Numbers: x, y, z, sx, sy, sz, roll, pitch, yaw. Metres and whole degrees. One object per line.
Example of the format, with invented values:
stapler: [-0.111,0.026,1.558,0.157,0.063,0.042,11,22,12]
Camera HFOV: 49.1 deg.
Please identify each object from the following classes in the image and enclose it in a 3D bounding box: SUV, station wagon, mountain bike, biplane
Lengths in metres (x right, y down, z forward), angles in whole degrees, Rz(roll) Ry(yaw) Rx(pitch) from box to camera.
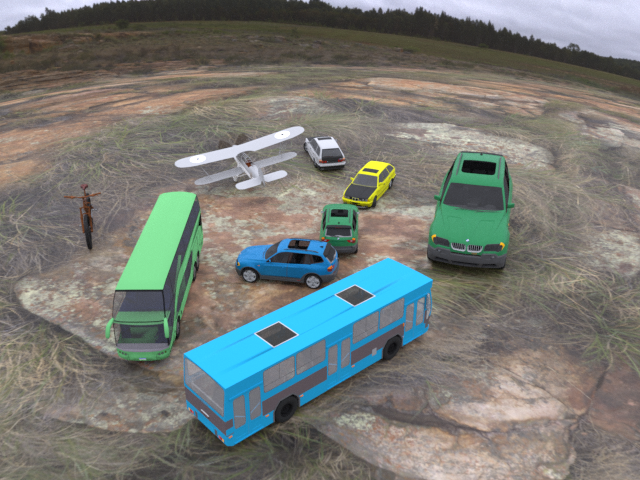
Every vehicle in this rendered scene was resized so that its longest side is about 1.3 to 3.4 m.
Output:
SUV: [2.563,-0.585,11.655,1.276,1.128,3.058,7,28,13]
SUV: [0.330,-0.279,11.663,0.656,0.580,1.572,1,28,3]
station wagon: [0.944,-1.096,13.340,0.682,0.473,1.597,11,30,20]
mountain bike: [-3.901,-0.468,11.714,0.573,0.868,1.469,-7,28,-14]
SUV: [-0.493,0.294,10.567,1.572,0.580,0.656,5,28,9]
station wagon: [0.090,-1.964,14.999,0.682,0.473,1.597,-6,28,-11]
biplane: [-1.416,-1.428,13.427,2.598,0.981,2.120,-11,29,-19]

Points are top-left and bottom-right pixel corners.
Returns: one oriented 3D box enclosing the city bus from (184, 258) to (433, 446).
city bus: [-0.018,1.254,8.392,3.255,0.894,0.926,-22,35,-36]

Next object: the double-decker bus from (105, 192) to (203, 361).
double-decker bus: [-2.200,0.425,9.807,0.756,1.052,3.251,0,28,0]
